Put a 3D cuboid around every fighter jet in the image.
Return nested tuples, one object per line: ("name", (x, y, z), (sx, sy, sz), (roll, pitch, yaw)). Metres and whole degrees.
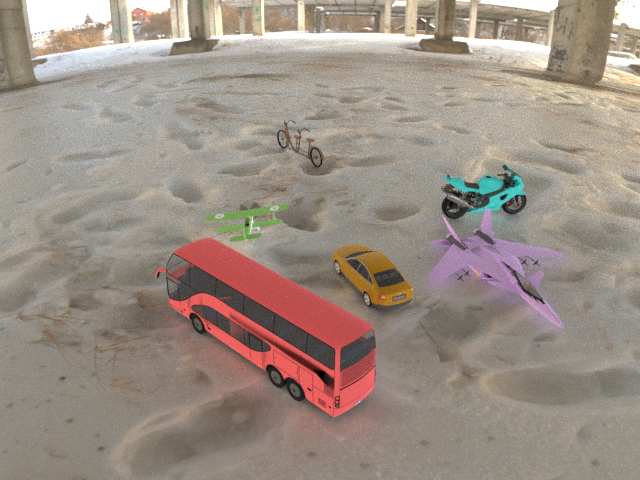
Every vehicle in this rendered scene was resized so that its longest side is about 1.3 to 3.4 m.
("fighter jet", (2.654, 0.376, 9.888), (2.229, 0.557, 2.640), (-10, 30, -17))

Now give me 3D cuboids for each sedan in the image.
("sedan", (0.715, 0.426, 9.873), (0.635, 0.483, 1.613), (-13, 31, -22))

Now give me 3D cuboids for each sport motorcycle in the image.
("sport motorcycle", (2.752, -0.770, 11.694), (1.520, 0.821, 0.506), (-4, 29, -8))

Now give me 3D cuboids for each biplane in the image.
("biplane", (-1.162, -0.238, 11.057), (1.336, 0.504, 1.090), (0, 29, -1))

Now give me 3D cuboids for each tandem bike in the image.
("tandem bike", (-0.417, -1.966, 14.008), (0.283, 0.682, 1.642), (-19, 34, -31))

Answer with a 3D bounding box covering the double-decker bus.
("double-decker bus", (-0.733, 0.909, 8.409), (3.251, 1.052, 0.756), (25, 38, 38))
